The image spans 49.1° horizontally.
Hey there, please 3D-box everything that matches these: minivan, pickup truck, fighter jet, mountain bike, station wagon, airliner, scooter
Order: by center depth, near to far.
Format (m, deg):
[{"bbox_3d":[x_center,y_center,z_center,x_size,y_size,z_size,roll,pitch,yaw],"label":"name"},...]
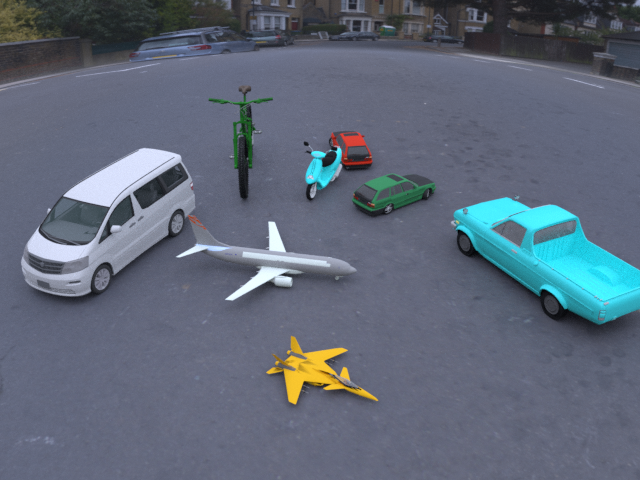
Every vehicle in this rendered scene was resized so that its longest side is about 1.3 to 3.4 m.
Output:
[{"bbox_3d":[0.086,1.555,8.180,1.358,0.286,1.147,18,34,28],"label":"fighter jet"},{"bbox_3d":[3.228,0.136,9.970,1.244,0.993,3.117,-14,33,-24],"label":"pickup truck"},{"bbox_3d":[-0.716,0.122,10.156,2.541,0.835,2.257,6,30,10],"label":"airliner"},{"bbox_3d":[-3.151,-0.337,10.599,1.324,1.197,3.011,13,32,21],"label":"minivan"},{"bbox_3d":[1.334,-0.892,12.314,1.597,0.473,0.682,-21,35,-32],"label":"station wagon"},{"bbox_3d":[0.073,-1.362,12.691,0.662,0.919,1.399,13,32,22],"label":"scooter"},{"bbox_3d":[-1.395,-1.977,12.998,1.114,1.688,2.857,-1,30,-2],"label":"mountain bike"},{"bbox_3d":[0.615,-1.923,14.135,0.682,0.473,1.597,-5,30,-8],"label":"station wagon"}]
